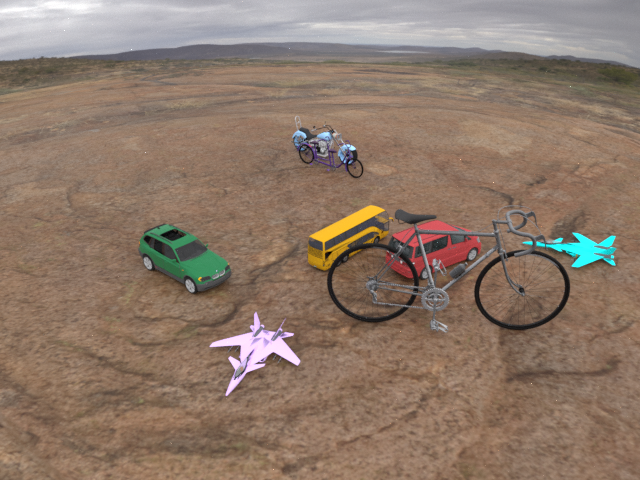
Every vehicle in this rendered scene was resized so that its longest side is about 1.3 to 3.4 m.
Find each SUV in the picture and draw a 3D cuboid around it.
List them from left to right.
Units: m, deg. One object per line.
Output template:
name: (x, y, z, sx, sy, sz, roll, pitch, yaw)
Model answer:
SUV: (-1.973, 0.226, 10.094, 1.572, 0.580, 0.656, 22, 35, 36)

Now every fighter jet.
fighter jet: (-0.821, 1.346, 8.266, 1.147, 0.286, 1.358, 9, 29, 16)
fighter jet: (3.811, 0.063, 10.725, 1.358, 0.286, 1.147, 9, 29, 16)

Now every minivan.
minivan: (1.713, 0.072, 10.353, 1.548, 0.616, 0.681, -18, 33, -31)

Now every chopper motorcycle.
chopper motorcycle: (0.084, -2.023, 14.211, 1.563, 0.761, 0.466, 19, 33, 31)

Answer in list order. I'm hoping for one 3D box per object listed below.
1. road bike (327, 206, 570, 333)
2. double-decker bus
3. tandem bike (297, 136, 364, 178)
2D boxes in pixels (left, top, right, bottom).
road bike: (1.585, 0.373, 8.651, 3.004, 1.656, 0.697, 2, 28, 5)
double-decker bus: (0.476, -0.064, 10.694, 0.389, 0.541, 1.672, 22, 35, 36)
tandem bike: (0.184, -1.677, 13.634, 1.642, 0.682, 0.283, 21, 34, 34)
